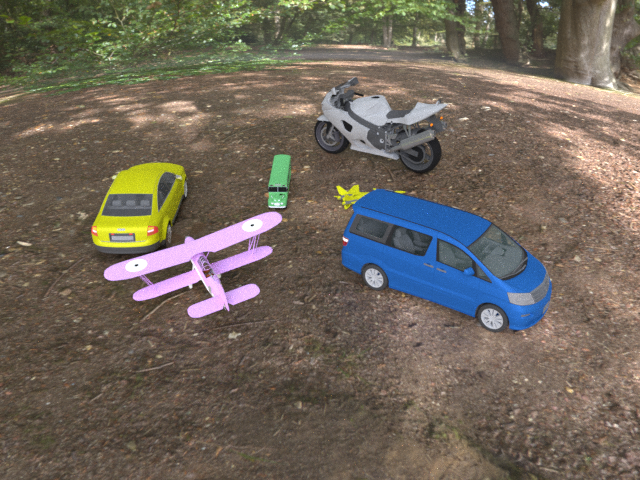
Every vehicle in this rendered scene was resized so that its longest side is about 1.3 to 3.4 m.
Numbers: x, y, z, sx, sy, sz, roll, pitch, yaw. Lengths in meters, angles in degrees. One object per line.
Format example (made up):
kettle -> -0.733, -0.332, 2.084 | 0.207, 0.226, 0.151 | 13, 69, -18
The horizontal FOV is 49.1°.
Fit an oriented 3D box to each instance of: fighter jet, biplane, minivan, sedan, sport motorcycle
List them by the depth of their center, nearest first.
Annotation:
biplane -> -1.636, 0.451, 9.828 | 2.598, 0.981, 2.120 | -12, 31, -21
minivan -> 1.800, 0.226, 10.016 | 3.011, 1.197, 1.324 | 18, 33, 30
sedan -> -3.048, -0.750, 12.075 | 1.235, 0.940, 3.137 | 0, 29, -1
fighter jet -> 0.988, -0.878, 12.993 | 1.358, 0.286, 1.147 | -10, 30, -17
sport motorcycle -> 1.163, -2.323, 14.276 | 2.955, 1.596, 0.983 | 16, 32, 27

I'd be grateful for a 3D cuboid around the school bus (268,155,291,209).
school bus -> -0.759, -1.108, 13.261 | 0.365, 0.434, 1.708 | 0, 29, 1
